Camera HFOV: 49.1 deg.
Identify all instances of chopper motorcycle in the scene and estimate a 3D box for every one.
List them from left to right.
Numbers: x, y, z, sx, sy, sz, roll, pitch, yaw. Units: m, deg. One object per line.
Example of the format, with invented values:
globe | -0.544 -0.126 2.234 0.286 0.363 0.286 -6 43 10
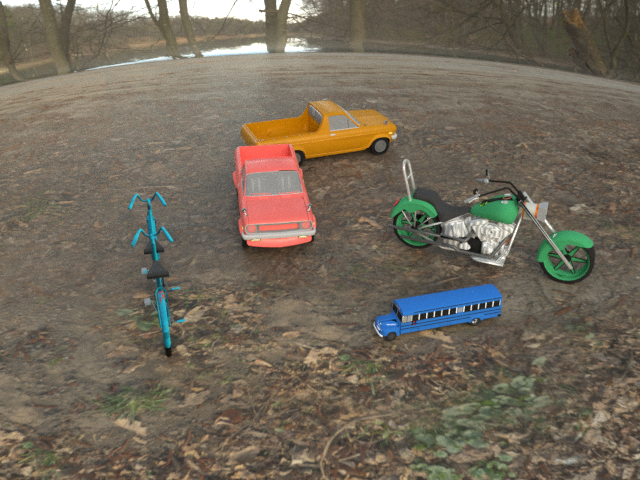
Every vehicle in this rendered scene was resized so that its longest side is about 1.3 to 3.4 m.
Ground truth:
chopper motorcycle | 2.518 -0.286 10.323 3.040 1.480 0.906 12 32 20

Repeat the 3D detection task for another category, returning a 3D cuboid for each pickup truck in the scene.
pickup truck | -0.837 -0.927 11.944 1.244 0.993 3.117 -4 30 -7
pickup truck | -0.007 -2.241 14.255 3.117 0.993 1.244 -11 31 -18

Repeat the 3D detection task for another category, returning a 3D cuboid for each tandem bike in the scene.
tandem bike | -2.222 0.286 9.474 0.550 1.326 3.192 -8 31 -13

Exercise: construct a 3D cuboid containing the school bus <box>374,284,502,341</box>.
school bus | 1.549 0.942 9.222 1.708 0.434 0.365 -8 31 -14
